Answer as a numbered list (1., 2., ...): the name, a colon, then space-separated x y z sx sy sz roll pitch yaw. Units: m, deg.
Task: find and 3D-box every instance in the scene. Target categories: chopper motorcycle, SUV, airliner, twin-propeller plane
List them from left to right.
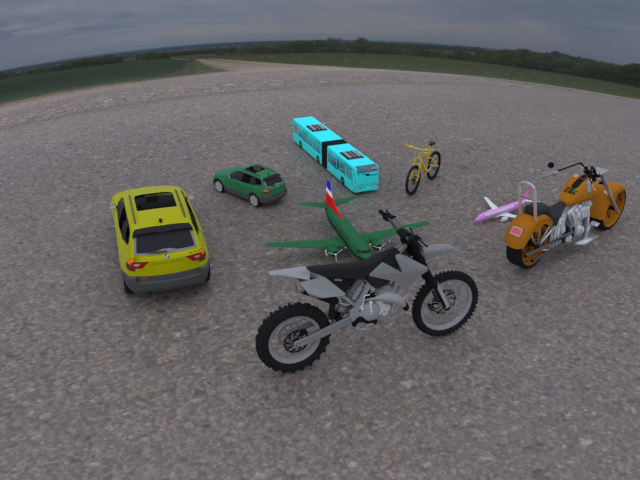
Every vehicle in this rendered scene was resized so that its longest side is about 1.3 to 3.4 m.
1. SUV: -2.463 -0.239 10.532 1.276 1.128 3.058 -8 28 -16
2. SUV: -1.299 -1.089 12.819 1.572 0.580 0.656 23 35 37
3. twin-propeller plane: 0.403 -0.235 10.897 2.663 0.792 2.129 -8 28 -15
4. airliner: 3.157 -0.600 12.021 1.307 0.429 1.161 -16 31 -29
5. chopper motorcycle: 3.885 -0.542 10.742 3.040 1.480 0.906 -21 34 -35

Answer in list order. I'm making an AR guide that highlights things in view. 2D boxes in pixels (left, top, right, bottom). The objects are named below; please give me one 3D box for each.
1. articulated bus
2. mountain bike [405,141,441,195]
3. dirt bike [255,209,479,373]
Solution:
1. articulated bus: 0.237 -1.801 14.249 0.605 0.561 3.401 -10 29 -20
2. mountain bike: 1.954 -1.410 13.136 0.573 0.868 1.469 16 31 29
3. dirt bike: 0.624 0.623 8.233 2.903 1.666 1.024 -10 28 -19
